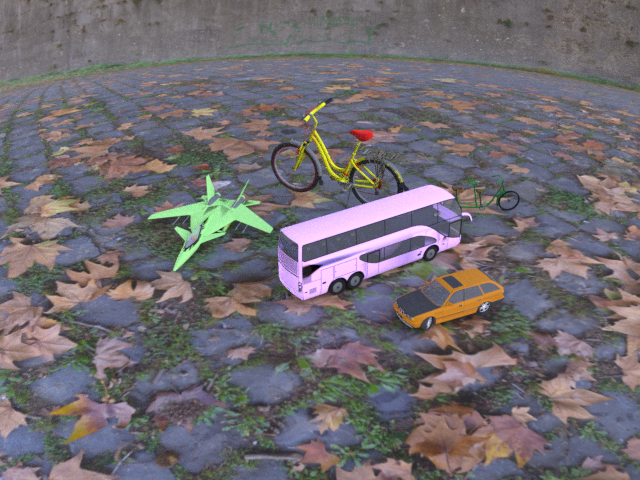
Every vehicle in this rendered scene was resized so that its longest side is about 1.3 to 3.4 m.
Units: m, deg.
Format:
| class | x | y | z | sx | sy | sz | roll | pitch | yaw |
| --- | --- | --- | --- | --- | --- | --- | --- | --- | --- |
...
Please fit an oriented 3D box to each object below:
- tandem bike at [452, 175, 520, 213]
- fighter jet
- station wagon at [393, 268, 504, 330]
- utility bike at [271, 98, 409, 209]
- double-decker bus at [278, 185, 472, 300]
| class | x | y | z | sx | sy | sz | roll | pitch | yaw |
| --- | --- | --- | --- | --- | --- | --- | --- | --- | --- |
| tandem bike | 2.795 | -0.804 | 12.537 | 1.642 | 0.682 | 0.283 | -3 | 29 | -5 |
| fighter jet | -1.942 | -0.303 | 11.776 | 2.229 | 0.557 | 2.640 | 7 | 30 | 11 |
| station wagon | 1.823 | 0.792 | 9.917 | 1.597 | 0.473 | 0.682 | -13 | 32 | -22 |
| utility bike | 0.265 | -1.464 | 12.532 | 2.791 | 1.839 | 1.039 | 14 | 32 | 23 |
| double-decker bus | 0.883 | -0.028 | 10.784 | 3.251 | 1.052 | 0.756 | -18 | 34 | -28 |
